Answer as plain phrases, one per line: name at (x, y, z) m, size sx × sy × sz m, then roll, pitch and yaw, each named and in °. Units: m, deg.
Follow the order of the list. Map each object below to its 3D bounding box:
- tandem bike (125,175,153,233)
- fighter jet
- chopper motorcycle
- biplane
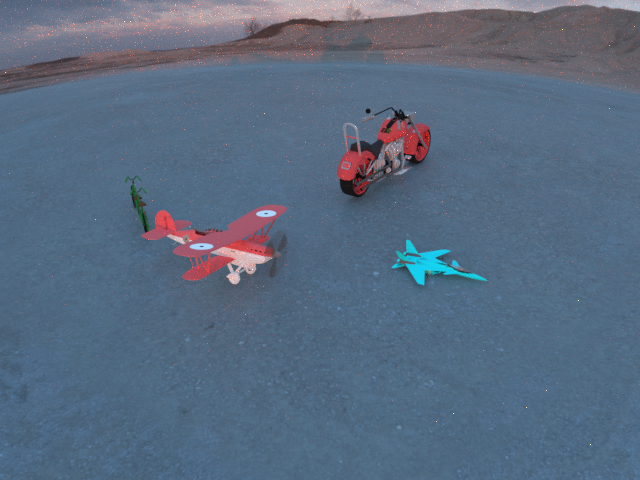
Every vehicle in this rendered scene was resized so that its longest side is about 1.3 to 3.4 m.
tandem bike at (-3.005, -0.610, 11.602) m, size 0.283 × 0.682 × 1.642 m, roll -11°, pitch 29°, yaw -20°
fighter jet at (1.781, 0.349, 10.192) m, size 1.358 × 0.286 × 1.147 m, roll 14°, pitch 31°, yaw 25°
chopper motorcycle at (1.290, -1.816, 13.049) m, size 0.906 × 1.480 × 3.040 m, roll 18°, pitch 33°, yaw 31°
biplane at (-1.474, 0.016, 10.080) m, size 2.120 × 0.981 × 2.598 m, roll 12°, pitch 30°, yaw 22°
